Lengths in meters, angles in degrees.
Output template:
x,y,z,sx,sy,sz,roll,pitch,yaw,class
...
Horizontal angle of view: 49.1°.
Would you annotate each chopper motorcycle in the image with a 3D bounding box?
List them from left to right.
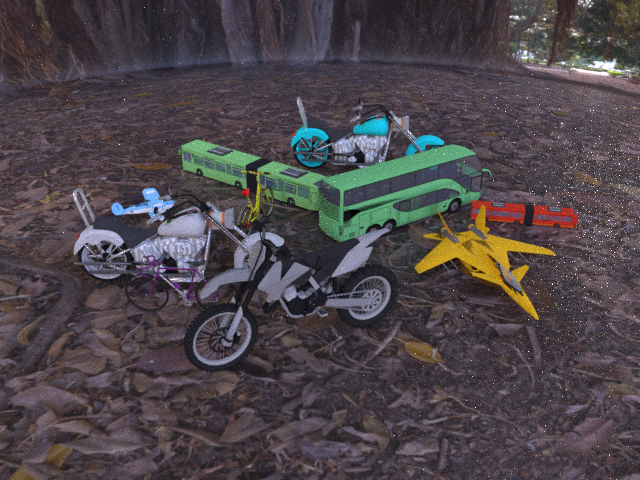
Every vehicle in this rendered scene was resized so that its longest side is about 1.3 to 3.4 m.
x,y,z,sx,sy,sz,roll,pitch,yaw,class
-1.959,-0.038,9.861,3.040,1.480,0.906,0,28,0,chopper motorcycle
0.942,-1.999,13.544,3.040,1.480,0.906,2,28,4,chopper motorcycle

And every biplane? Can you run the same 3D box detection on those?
x,y,z,sx,sy,sz,roll,pitch,yaw,class
-2.967,-0.558,11.875,1.090,0.504,1.336,-10,30,-19,biplane

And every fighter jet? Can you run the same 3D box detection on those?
x,y,z,sx,sy,sz,roll,pitch,yaw,class
2.538,0.290,10.228,2.229,0.557,2.640,-7,29,-12,fighter jet

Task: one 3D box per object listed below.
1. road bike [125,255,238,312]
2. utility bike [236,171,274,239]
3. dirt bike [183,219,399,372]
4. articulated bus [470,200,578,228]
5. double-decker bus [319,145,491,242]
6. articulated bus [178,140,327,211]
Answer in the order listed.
x,y,z,sx,sy,sz,roll,pitch,yaw,class
-1.847,0.612,9.309,1.545,0.852,0.358,2,28,3,road bike
-1.115,-0.645,11.570,0.535,0.946,1.435,10,30,17,utility bike
-0.264,0.615,8.437,2.903,1.666,1.024,-14,31,-24,dirt bike
3.435,-0.440,11.882,1.749,0.289,0.311,6,29,10,articulated bus
1.465,-0.831,11.806,3.251,1.052,0.756,-18,33,-30,double-decker bus
-1.261,-1.249,13.112,3.401,0.561,0.605,19,33,32,articulated bus
